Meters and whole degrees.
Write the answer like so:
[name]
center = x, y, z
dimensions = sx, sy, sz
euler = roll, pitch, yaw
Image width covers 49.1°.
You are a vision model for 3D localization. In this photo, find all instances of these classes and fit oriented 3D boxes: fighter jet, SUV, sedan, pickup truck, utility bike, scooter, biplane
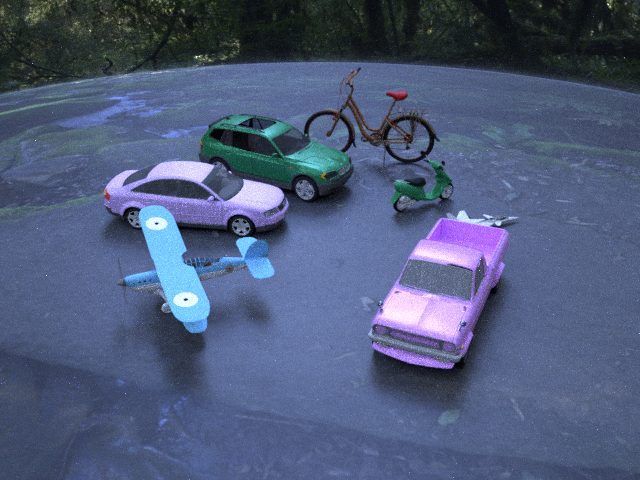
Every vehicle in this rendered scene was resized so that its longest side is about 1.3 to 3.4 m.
[fighter jet]
center = 2.787, -0.341, 11.757
dimensions = 1.358, 0.286, 1.147
euler = -11, 30, -19
[SUV]
center = -0.864, -1.649, 13.329
dimensions = 3.058, 1.128, 1.276
euler = 14, 31, 25
[sedan]
center = -2.093, -0.779, 11.887
dimensions = 3.137, 0.940, 1.235
euler = 5, 28, 9
[pickup truck]
center = 1.697, 0.515, 9.384
dimensions = 1.244, 0.993, 3.117
euler = 12, 30, 21
[utility bike]
center = 1.017, -2.405, 14.000
dimensions = 2.791, 1.839, 1.039
euler = 5, 28, 10
[scooter]
center = 1.837, -1.024, 12.373
dimensions = 1.399, 0.919, 0.662
euler = -16, 32, -27
[biplane]
center = -1.686, 0.433, 9.552
dimensions = 2.120, 0.981, 2.598
euler = -11, 30, -20
